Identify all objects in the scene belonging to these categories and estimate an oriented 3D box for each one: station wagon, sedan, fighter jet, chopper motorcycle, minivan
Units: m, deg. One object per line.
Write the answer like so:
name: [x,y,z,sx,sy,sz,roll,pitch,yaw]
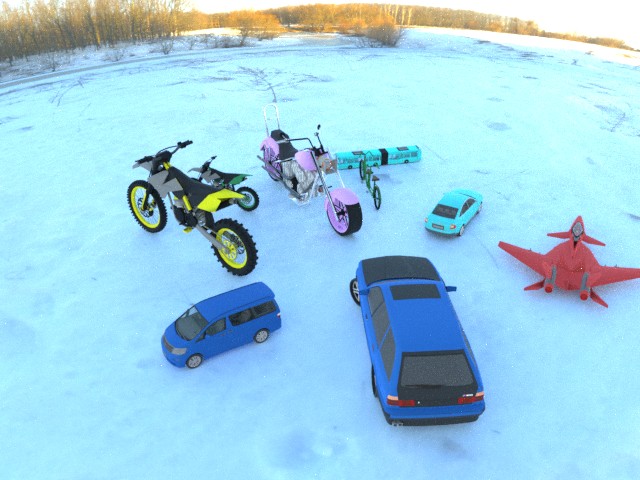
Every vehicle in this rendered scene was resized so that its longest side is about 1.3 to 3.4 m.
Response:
station wagon: [1.155,0.981,8.813,1.327,0.920,3.105,-2,30,-3]
sedan: [2.294,-0.548,11.861,0.635,0.483,1.613,16,34,26]
fighter jet: [3.924,0.053,10.760,2.229,0.557,2.640,12,32,19]
chopper motorcycle: [-0.216,-1.260,12.091,0.906,1.480,3.040,-17,35,-27]
minivan: [-1.272,1.069,8.965,1.548,0.616,0.681,-18,35,-27]

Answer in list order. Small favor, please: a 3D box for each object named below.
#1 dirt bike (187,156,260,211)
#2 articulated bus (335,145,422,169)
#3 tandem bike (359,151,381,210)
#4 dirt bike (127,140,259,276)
dirt bike: [-1.757,-0.967,12.206,1.493,0.857,0.527,10,32,17]
articulated bus: [1.154,-1.649,13.935,1.749,0.289,0.311,-7,31,-12]
tandem bike: [0.901,-1.138,12.672,0.283,0.682,1.642,-5,31,-8]
dirt bike: [-2.057,-0.534,10.665,2.903,1.666,1.024,22,37,33]
